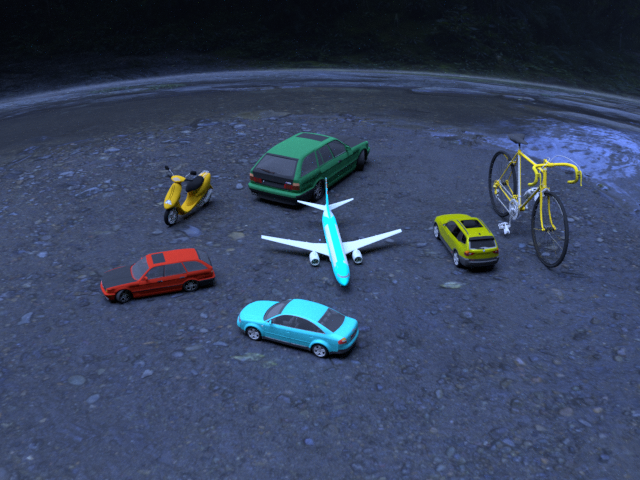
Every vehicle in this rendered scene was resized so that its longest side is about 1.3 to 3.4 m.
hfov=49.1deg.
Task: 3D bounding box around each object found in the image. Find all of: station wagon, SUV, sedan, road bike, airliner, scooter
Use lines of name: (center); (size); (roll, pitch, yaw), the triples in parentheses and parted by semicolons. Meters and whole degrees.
station wagon: (-2.343, 0.470, 10.084); (1.597, 0.473, 0.682); (-9, 28, -17)
SUV: (2.304, -0.087, 11.069); (0.656, 0.580, 1.572); (-4, 27, -9)
station wagon: (-0.110, -1.608, 13.708); (1.327, 0.920, 3.105); (14, 30, 26)
sedan: (-0.302, 1.040, 8.943); (1.613, 0.483, 0.635); (11, 29, 21)
road bike: (3.313, -0.790, 11.268); (0.696, 1.656, 3.004); (-4, 27, -8)
airliner: (0.222, -0.140, 10.892); (2.257, 0.835, 2.541); (-3, 27, -5)
scooter: (-2.314, -0.879, 12.263); (0.662, 0.919, 1.399); (13, 29, 23)
